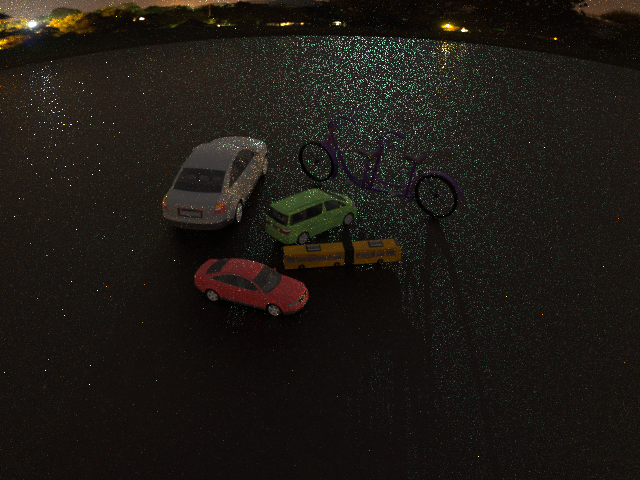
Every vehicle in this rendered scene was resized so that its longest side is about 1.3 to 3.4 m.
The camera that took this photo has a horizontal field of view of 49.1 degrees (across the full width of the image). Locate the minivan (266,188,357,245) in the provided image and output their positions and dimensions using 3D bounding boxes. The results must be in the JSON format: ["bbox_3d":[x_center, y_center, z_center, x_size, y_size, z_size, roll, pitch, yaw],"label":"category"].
[{"bbox_3d":[-0.107,-0.450,11.124,1.548,0.616,0.681,-24,39,-33],"label":"minivan"}]

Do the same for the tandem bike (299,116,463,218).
[{"bbox_3d":[0.940,-1.277,11.800,3.192,1.326,0.550,19,36,29],"label":"tandem bike"}]

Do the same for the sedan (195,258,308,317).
[{"bbox_3d":[-0.939,0.583,9.554,1.613,0.483,0.635,12,33,19],"label":"sedan"}]

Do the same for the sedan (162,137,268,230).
[{"bbox_3d":[-1.718,-1.174,12.001,1.235,0.940,3.137,5,32,9],"label":"sedan"}]

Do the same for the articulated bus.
[{"bbox_3d":[0.316,0.205,10.361,1.749,0.289,0.311,-4,32,-6],"label":"articulated bus"}]
